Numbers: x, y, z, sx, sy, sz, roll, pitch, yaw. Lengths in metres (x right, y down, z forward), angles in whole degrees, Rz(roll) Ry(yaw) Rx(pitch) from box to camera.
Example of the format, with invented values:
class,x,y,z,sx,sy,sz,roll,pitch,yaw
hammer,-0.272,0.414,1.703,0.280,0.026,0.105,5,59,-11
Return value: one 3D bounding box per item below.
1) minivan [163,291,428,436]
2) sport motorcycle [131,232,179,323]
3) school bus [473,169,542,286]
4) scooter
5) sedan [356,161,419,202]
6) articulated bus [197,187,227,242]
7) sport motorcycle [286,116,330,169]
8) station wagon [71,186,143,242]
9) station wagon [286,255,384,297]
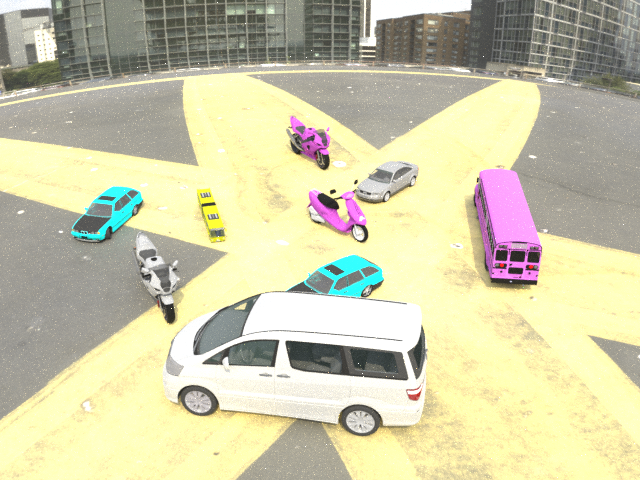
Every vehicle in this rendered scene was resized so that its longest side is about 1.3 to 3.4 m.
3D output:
class,x,y,z,sx,sy,sz,roll,pitch,yaw
minivan,-0.300,1.286,7.946,3.011,1.197,1.324,5,28,9
sport motorcycle,-2.300,0.517,9.805,0.506,0.821,1.520,-13,30,-23
school bus,2.991,-0.358,11.440,0.709,0.844,3.322,3,28,6
scooter,0.284,-0.552,11.727,1.399,0.919,0.662,25,37,38
sedan,1.300,-1.178,13.380,0.635,0.483,1.613,20,34,33
articulated bus,-1.920,-0.464,12.235,0.311,0.289,1.749,-8,29,-14
sport motorcycle,-0.221,-2.047,14.665,0.506,0.821,1.520,-16,32,-27
station wagon,-3.671,-0.496,12.098,0.682,0.473,1.597,7,29,12
station wagon,0.170,0.633,9.958,1.597,0.473,0.682,-21,35,-35
